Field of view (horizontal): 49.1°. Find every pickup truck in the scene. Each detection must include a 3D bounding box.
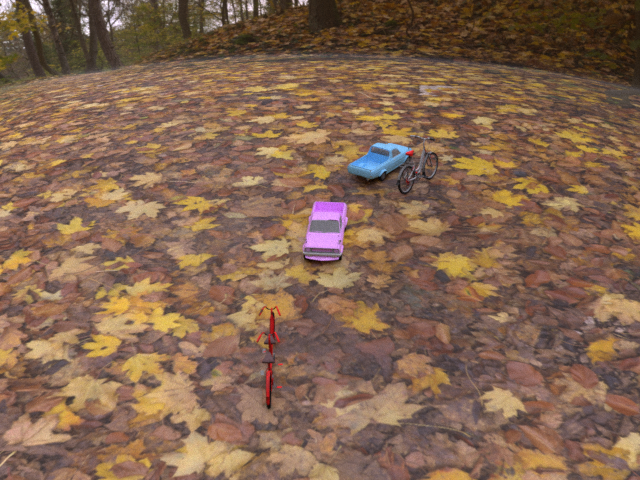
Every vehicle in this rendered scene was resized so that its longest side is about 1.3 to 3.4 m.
[{"bbox_3d":[1.199,-1.594,13.766,0.640,0.511,1.603,19,34,31],"label":"pickup truck"},{"bbox_3d":[0.101,-0.212,11.250,0.640,0.511,1.603,3,29,5],"label":"pickup truck"}]

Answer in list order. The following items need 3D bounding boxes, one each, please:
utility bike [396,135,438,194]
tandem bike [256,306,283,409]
[{"bbox_3d":[1.791,-1.446,13.046,0.535,0.946,1.435,21,35,34],"label":"utility bike"},{"bbox_3d":[-0.592,1.294,8.330,0.283,0.682,1.642,-1,29,-1],"label":"tandem bike"}]
